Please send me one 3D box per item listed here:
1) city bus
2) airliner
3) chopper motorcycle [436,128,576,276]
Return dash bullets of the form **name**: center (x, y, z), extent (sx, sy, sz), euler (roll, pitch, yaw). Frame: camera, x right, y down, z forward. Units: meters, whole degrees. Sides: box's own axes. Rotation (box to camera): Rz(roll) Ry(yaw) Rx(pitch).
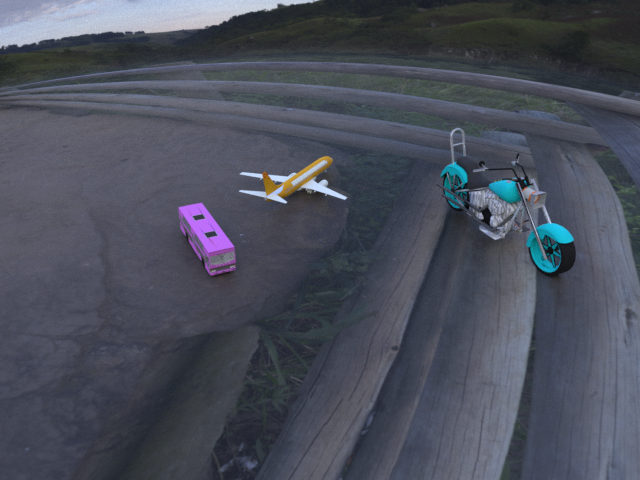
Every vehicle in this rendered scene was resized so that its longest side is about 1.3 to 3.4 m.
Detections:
- **city bus**: center (-1.812, -0.022, 11.129), extent (0.476, 0.460, 1.674), euler (-13, 32, -22)
- **airliner**: center (-0.381, -1.287, 12.991), extent (2.257, 0.835, 2.541), euler (15, 33, 25)
- **chopper motorcycle**: center (2.950, -0.665, 11.230), extent (0.906, 1.480, 3.040), euler (-14, 32, -23)
